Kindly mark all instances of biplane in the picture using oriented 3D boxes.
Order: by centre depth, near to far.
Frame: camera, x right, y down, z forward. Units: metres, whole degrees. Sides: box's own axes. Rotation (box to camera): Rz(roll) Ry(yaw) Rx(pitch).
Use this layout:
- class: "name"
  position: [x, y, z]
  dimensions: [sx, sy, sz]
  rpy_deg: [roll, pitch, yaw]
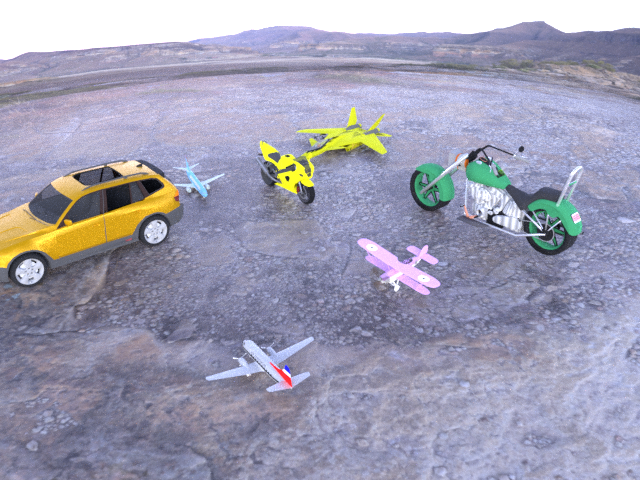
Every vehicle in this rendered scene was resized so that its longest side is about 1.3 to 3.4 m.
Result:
- class: "biplane"
  position: [1.148, 0.370, 9.508]
  dimensions: [1.336, 0.504, 1.090]
  rpy_deg: [23, 35, 38]

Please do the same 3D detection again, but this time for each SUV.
- class: "SUV"
  position: [-3.521, -0.357, 10.240]
  dimensions: [3.058, 1.128, 1.276]
  rpy_deg: [-21, 34, -35]

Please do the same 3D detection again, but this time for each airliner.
- class: "airliner"
  position: [-2.228, -1.128, 12.507]
  dimensions: [1.161, 0.429, 1.307]
  rpy_deg: [-12, 29, -22]

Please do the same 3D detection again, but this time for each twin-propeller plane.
- class: "twin-propeller plane"
  position: [-0.595, 1.328, 7.750]
  dimensions: [1.370, 0.407, 1.095]
  rpy_deg: [-17, 32, -30]

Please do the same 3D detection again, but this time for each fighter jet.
- class: "fighter jet"
  position: [0.279, -2.071, 14.203]
  dimensions: [2.229, 0.557, 2.640]
  rpy_deg: [20, 33, 33]

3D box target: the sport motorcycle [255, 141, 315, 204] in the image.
- class: "sport motorcycle"
  position: [-0.581, -1.185, 12.188]
  dimensions: [0.506, 0.821, 1.520]
  rpy_deg: [-20, 33, -34]

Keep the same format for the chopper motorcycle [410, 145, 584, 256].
- class: "chopper motorcycle"
  position: [2.616, -0.803, 10.724]
  dimensions: [0.906, 1.480, 3.040]
  rpy_deg: [-22, 34, -36]
